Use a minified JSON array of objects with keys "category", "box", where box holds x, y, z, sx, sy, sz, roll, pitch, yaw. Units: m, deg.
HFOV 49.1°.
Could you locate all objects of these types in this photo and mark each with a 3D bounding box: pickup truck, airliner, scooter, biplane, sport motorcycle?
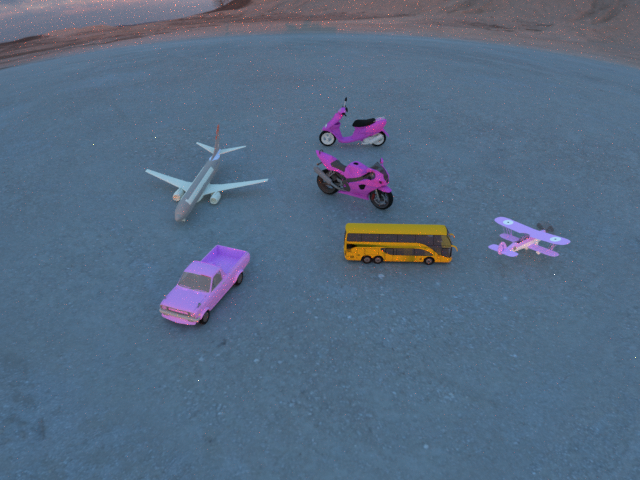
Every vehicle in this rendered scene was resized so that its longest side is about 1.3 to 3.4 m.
[{"category":"pickup truck","box":[-1.563,0.551,9.676,0.640,0.511,1.603,12,34,19]},{"category":"airliner","box":[-2.078,-1.168,12.151,2.257,0.835,2.541,5,32,8]},{"category":"scooter","box":[0.680,-2.290,13.888,1.399,0.919,0.662,0,32,0]},{"category":"biplane","box":[3.039,0.025,10.534,1.090,0.504,1.336,-20,37,-29]},{"category":"sport motorcycle","box":[0.577,-1.036,11.951,1.520,0.821,0.506,18,36,27]}]

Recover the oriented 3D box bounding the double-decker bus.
[{"category":"double-decker bus","box":[1.193,0.049,10.460,1.672,0.541,0.389,1,32,2]}]
